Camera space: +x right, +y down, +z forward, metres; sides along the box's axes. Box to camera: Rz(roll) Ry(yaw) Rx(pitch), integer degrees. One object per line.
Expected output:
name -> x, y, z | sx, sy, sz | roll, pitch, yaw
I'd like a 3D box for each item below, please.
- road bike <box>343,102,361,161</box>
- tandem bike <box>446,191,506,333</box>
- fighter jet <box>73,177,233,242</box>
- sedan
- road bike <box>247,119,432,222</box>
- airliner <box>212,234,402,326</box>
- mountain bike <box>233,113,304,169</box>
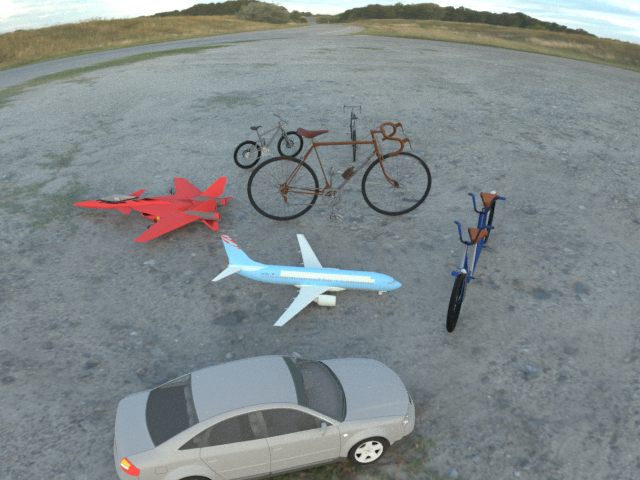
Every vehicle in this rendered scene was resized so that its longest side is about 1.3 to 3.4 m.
road bike -> 0.655, -2.168, 13.783 | 0.358, 0.852, 1.545 | 0, 31, -1
tandem bike -> 2.186, -0.005, 9.779 | 0.550, 1.326, 3.192 | 12, 33, 18
fighter jet -> -2.863, -0.675, 11.616 | 2.640, 0.557, 2.229 | 3, 31, 5
sedan -> -0.534, 1.769, 7.238 | 3.137, 0.940, 1.235 | -8, 32, -13
road bike -> 0.329, -1.073, 11.214 | 3.004, 1.656, 0.697 | -3, 31, -4
airliner -> -0.136, 0.356, 9.658 | 2.541, 0.835, 2.257 | 3, 31, 5
mountain bike -> -0.964, -1.847, 13.240 | 1.469, 0.868, 0.573 | -17, 35, -25
